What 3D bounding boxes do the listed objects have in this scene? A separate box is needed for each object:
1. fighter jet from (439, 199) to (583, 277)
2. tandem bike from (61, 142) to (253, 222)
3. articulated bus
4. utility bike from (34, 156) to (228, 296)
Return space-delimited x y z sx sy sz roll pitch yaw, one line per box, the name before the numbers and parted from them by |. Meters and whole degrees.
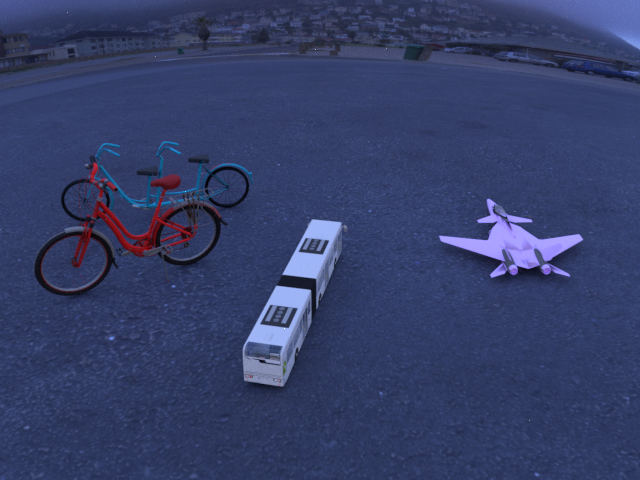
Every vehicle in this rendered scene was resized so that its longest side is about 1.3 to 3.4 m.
fighter jet | 2.990 -0.251 11.099 2.229 0.557 2.640 -1 28 -1
tandem bike | -2.710 -1.025 11.737 3.192 1.326 0.550 -7 29 -12
articulated bus | -0.261 0.681 9.337 0.605 0.561 3.401 6 29 11
utility bike | -2.534 -0.205 9.645 2.791 1.839 1.039 -16 32 -27
